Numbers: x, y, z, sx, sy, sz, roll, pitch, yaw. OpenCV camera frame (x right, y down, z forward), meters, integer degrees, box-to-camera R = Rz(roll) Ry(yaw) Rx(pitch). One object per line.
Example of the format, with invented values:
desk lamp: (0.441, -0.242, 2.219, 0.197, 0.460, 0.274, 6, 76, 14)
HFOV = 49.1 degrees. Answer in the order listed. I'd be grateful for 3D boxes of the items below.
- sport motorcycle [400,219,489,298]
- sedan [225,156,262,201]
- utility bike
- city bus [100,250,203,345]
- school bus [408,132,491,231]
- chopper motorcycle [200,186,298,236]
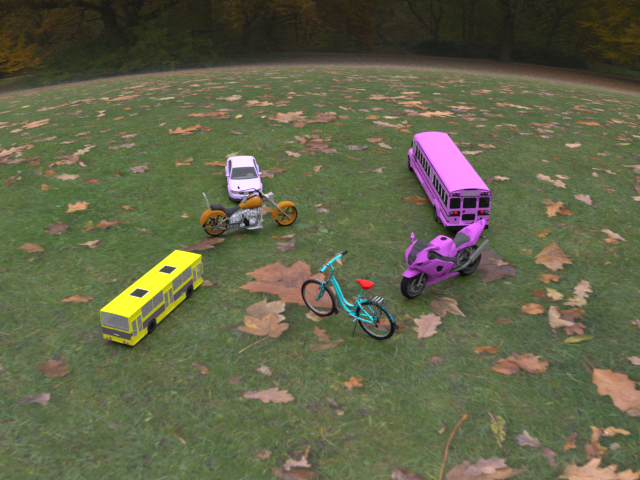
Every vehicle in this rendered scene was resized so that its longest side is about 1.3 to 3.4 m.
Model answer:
sport motorcycle: (1.665, 0.245, 9.424, 1.520, 0.821, 0.506, -19, 32, -33)
sedan: (-1.380, -1.167, 12.600, 0.635, 0.483, 1.613, -4, 27, -8)
utility bike: (0.308, 0.688, 8.407, 1.435, 0.946, 0.535, 18, 32, 32)
city bus: (-2.082, 0.715, 8.891, 0.476, 0.460, 1.674, 10, 28, 19)
school bus: (2.137, -1.125, 12.115, 0.709, 0.844, 3.322, -2, 27, -4)
chopper motorcycle: (-1.104, -0.486, 10.940, 1.563, 0.761, 0.466, -10, 29, -20)
